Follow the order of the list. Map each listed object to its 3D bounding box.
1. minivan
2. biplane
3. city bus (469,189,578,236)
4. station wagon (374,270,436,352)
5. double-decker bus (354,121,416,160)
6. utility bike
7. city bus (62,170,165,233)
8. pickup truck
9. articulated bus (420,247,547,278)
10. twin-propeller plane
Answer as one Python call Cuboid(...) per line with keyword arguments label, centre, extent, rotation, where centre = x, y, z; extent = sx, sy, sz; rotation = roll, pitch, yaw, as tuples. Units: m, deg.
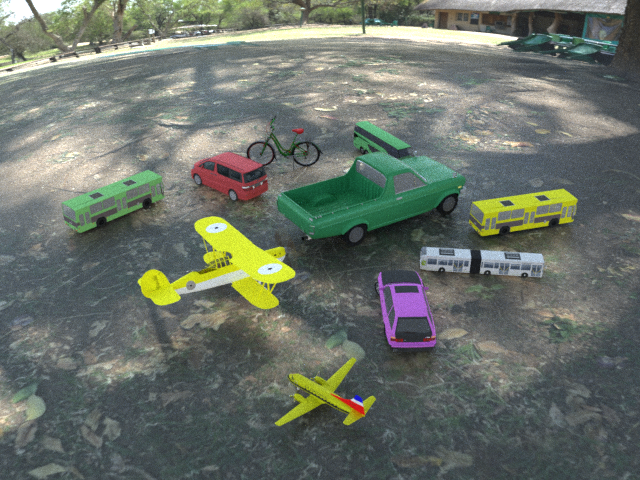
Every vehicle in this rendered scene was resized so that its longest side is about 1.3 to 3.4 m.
Cuboid(label="minivan", centre=(-1.624, -1.188, 12.311), extent=(1.548, 0.616, 0.681), rotation=(24, 39, 35))
Cuboid(label="biplane", centre=(-1.331, 0.407, 9.269), extent=(2.120, 0.981, 2.598), rotation=(-17, 35, -26))
Cuboid(label="city bus", centre=(3.243, -0.426, 11.181), extent=(1.674, 0.460, 0.476), rotation=(-9, 32, -14))
Cuboid(label="station wagon", centre=(1.105, 0.809, 9.088), extent=(0.682, 0.473, 1.597), rotation=(-1, 31, -1))
Cuboid(label="double-decker bus", centre=(1.212, -1.750, 13.331), extent=(0.389, 0.541, 1.672), rotation=(-16, 34, -25))
Cuboid(label="utility bike", centre=(-0.658, -1.762, 12.955), extent=(1.435, 0.946, 0.535), rotation=(0, 31, 0))
Cuboid(label="city bus", centre=(-3.368, -0.635, 11.533), extent=(0.476, 0.460, 1.674), rotation=(25, 39, 35))
Cuboid(label="pickup truck", centre=(0.879, -0.791, 11.274), extent=(3.117, 0.993, 1.244), rotation=(-18, 35, -27))
Cuboid(label="articulated bus", centre=(2.333, 0.319, 10.094), extent=(1.749, 0.289, 0.311), rotation=(3, 31, 6))
Cuboid(label="twin-propeller plane", centre=(0.053, 1.668, 7.706), extent=(1.095, 0.407, 1.370), rotation=(22, 37, 33))
